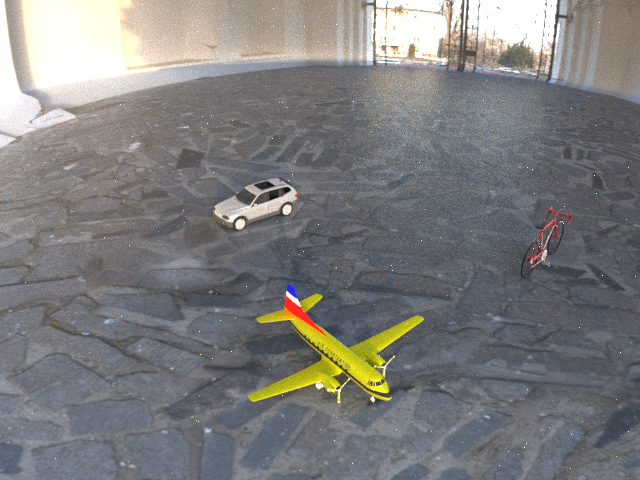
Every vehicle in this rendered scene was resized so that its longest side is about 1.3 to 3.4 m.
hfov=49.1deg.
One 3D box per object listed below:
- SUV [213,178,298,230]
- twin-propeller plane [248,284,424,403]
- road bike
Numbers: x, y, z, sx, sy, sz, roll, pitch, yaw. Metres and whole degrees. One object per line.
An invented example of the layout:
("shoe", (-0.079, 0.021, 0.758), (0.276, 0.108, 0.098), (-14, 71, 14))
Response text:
("SUV", (-1.140, -0.679, 12.456), (1.572, 0.580, 0.656), (-19, 34, -31))
("twin-propeller plane", (0.163, 1.275, 8.635), (2.663, 0.792, 2.129), (-20, 34, -32))
("road bike", (3.494, 0.021, 10.883), (0.358, 0.852, 1.545), (22, 35, 34))
